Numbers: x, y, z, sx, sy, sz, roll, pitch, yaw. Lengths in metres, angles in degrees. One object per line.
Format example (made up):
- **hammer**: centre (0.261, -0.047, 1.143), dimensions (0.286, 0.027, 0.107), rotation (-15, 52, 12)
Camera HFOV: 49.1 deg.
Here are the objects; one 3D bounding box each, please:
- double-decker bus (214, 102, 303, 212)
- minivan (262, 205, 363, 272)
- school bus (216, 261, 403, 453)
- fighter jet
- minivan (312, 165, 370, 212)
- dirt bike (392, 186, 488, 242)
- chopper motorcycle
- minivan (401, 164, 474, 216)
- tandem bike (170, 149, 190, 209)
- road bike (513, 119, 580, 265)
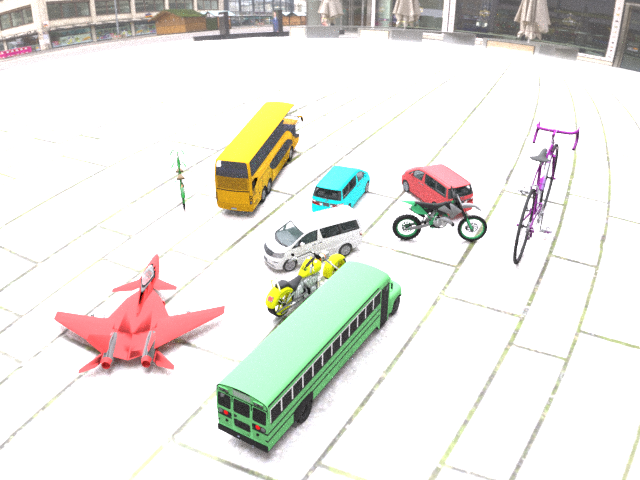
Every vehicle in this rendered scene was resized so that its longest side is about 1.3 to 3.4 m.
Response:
- **double-decker bus**: centre (-1.072, -1.637, 12.886), dimensions (0.756, 1.052, 3.251), rotation (7, 32, 11)
- **minivan**: centre (-0.124, -0.044, 10.660), dimensions (1.548, 0.616, 0.681), rotation (-15, 34, -23)
- **school bus**: centre (0.044, 1.161, 8.436), dimensions (0.709, 0.844, 3.322), rotation (17, 35, 26)
- **fighter jet**: centre (-2.398, 0.742, 9.411), dimensions (2.229, 0.557, 2.640), rotation (-2, 31, -3)
- **minivan**: centre (0.390, -0.937, 12.146), dimensions (0.681, 0.616, 1.548), rotation (12, 33, 19)
- **dirt bike**: centre (1.887, -0.361, 10.954), dimensions (1.493, 0.857, 0.527), rotation (1, 31, 2)
- **chopper motorcycle**: centre (-0.163, 0.483, 9.643), dimensions (0.466, 0.761, 1.563), rotation (24, 38, 34)
- **minivan**: centre (2.018, -0.970, 12.199), dimensions (0.681, 0.616, 1.548), rotation (-14, 34, -22)
- **tandem bike**: centre (-2.480, -1.139, 12.417), dimensions (0.283, 0.682, 1.642), rotation (-7, 32, -11)
- **road bike**: centre (3.451, -0.836, 10.968), dimensions (0.697, 1.656, 3.004), rotation (14, 34, 22)
